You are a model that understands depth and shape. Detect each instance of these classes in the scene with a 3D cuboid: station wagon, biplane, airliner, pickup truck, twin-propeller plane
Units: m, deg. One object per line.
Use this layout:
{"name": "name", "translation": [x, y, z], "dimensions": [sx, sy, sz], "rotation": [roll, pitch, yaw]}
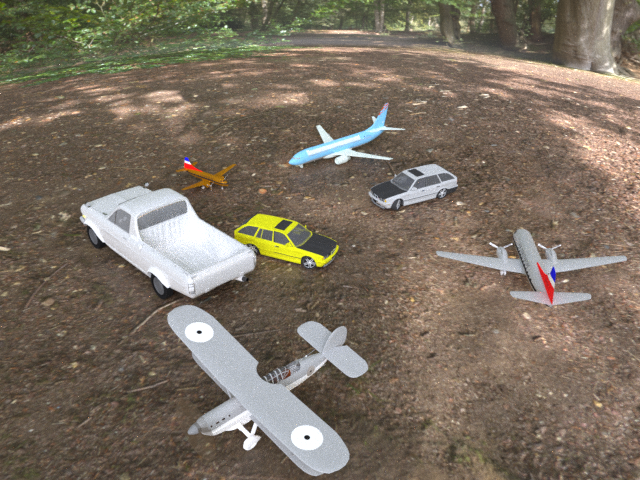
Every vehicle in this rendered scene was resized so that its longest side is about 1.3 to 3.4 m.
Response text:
{"name": "station wagon", "translation": [1.620, -0.953, 12.162], "dimensions": [1.597, 0.473, 0.682], "rotation": [-15, 33, -25]}
{"name": "biplane", "translation": [-0.458, 1.531, 7.304], "dimensions": [2.120, 0.981, 2.598], "rotation": [-25, 38, -36]}
{"name": "airliner", "translation": [0.423, -2.036, 13.691], "dimensions": [2.541, 0.835, 2.257], "rotation": [-21, 36, -32]}
{"name": "station wagon", "translation": [-0.509, -0.018, 10.525], "dimensions": [1.597, 0.473, 0.682], "rotation": [13, 32, 22]}
{"name": "pickup truck", "translation": [-2.293, -0.109, 10.162], "dimensions": [1.244, 0.993, 3.117], "rotation": [-25, 38, -37]}
{"name": "twin-propeller plane", "translation": [2.976, 0.262, 9.714], "dimensions": [2.663, 0.792, 2.129], "rotation": [1, 30, 2]}
{"name": "twin-propeller plane", "translation": [-2.068, -1.199, 12.658], "dimensions": [1.095, 0.407, 1.370], "rotation": [20, 35, 30]}
